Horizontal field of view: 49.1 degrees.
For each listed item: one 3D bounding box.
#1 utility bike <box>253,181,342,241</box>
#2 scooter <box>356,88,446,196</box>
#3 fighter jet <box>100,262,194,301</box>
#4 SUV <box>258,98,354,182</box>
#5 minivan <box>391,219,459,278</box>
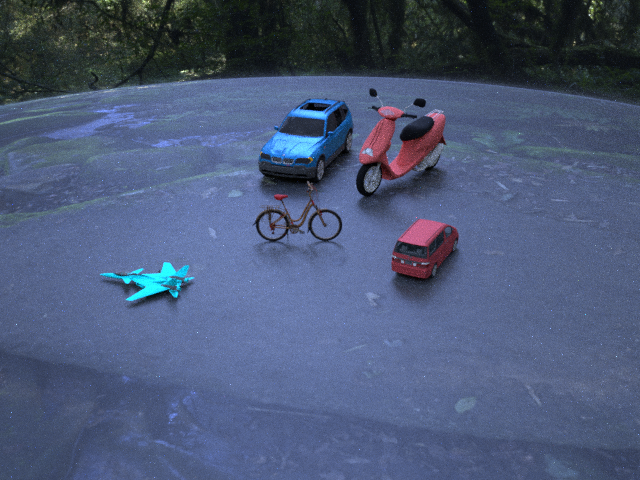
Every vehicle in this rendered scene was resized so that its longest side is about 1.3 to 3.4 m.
[{"bbox_3d":[-0.362,-0.442,11.137,1.435,0.946,0.535,0,26,0],"label":"utility bike"},{"bbox_3d":[1.604,-1.965,13.341,1.288,1.786,2.721,22,33,38],"label":"scooter"},{"bbox_3d":[-2.532,0.500,9.936,1.358,0.286,1.147,7,26,14],"label":"fighter jet"},{"bbox_3d":[-0.220,-2.142,14.471,1.276,1.128,3.058,9,27,17],"label":"SUV"},{"bbox_3d":[1.613,0.036,10.522,0.681,0.616,1.548,13,29,25],"label":"minivan"}]
